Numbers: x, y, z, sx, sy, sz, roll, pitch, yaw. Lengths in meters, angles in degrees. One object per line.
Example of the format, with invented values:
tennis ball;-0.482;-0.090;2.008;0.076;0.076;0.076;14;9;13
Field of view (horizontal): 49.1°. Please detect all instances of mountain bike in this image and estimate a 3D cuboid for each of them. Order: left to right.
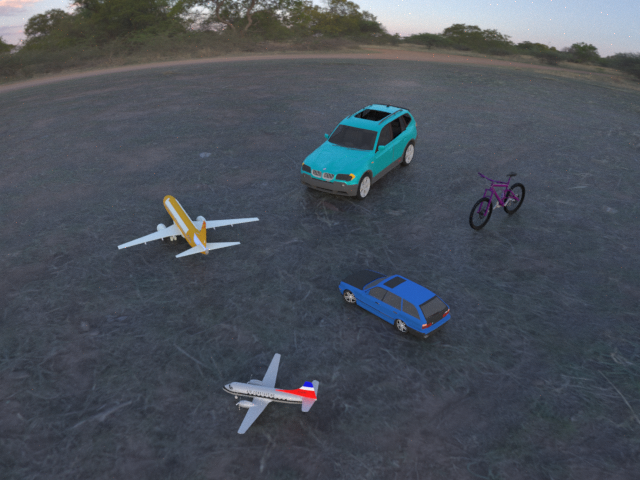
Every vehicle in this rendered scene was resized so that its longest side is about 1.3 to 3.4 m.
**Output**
mountain bike;2.986;-0.708;11.674;1.469;0.868;0.573;-22;35;-35

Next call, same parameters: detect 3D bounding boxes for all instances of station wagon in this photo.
station wagon;0.965;0.749;9.391;0.682;0.473;1.597;-25;37;-38

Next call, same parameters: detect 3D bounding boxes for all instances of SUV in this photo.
SUV;0.814;-1.780;13.386;1.276;1.128;3.058;16;32;27

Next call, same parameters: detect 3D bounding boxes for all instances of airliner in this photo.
airliner;-2.152;-0.401;11.140;2.257;0.835;2.541;-13;31;-22

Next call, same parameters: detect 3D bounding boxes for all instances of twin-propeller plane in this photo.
twin-propeller plane;-0.568;1.664;7.766;1.095;0.407;1.370;7;29;12
